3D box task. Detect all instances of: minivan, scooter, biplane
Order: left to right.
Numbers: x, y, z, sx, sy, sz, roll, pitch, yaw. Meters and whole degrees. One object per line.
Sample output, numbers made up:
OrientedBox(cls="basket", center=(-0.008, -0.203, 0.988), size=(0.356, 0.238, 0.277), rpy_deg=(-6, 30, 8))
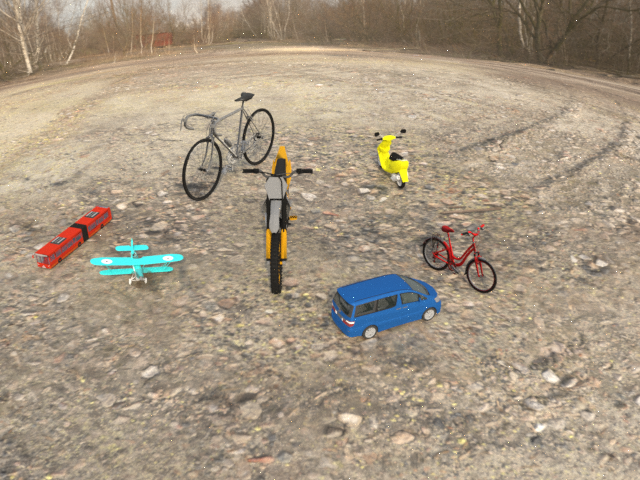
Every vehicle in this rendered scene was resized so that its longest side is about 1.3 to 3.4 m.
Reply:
OrientedBox(cls="biplane", center=(-2.768, 0.335, 10.620), size=(1.336, 0.504, 1.090), rpy_deg=(-11, 32, -18))
OrientedBox(cls="minivan", center=(0.939, 0.841, 9.629), size=(1.548, 0.616, 0.681), rpy_deg=(-14, 33, -22))
OrientedBox(cls="scooter", center=(1.408, -1.637, 13.628), size=(0.662, 0.919, 1.399), rpy_deg=(-9, 31, -15))

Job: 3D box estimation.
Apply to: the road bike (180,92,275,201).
OrientedBox(cls="road bike", center=(-1.687, -1.897, 13.341), size=(0.697, 1.656, 3.004), rpy_deg=(16, 33, 25))

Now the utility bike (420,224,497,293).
OrientedBox(cls="utility bike", center=(2.101, 0.164, 10.473), size=(0.535, 0.946, 1.435), rpy_deg=(-25, 38, -36))

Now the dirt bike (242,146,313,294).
OrientedBox(cls="dirt bike", center=(-0.616, -0.479, 10.868), size=(1.024, 1.666, 2.903), rpy_deg=(0, 30, 0))

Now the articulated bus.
OrientedBox(cls="articulated bus", center=(-4.035, -0.073, 11.545), size=(0.311, 0.289, 1.749), rpy_deg=(9, 31, 16))
